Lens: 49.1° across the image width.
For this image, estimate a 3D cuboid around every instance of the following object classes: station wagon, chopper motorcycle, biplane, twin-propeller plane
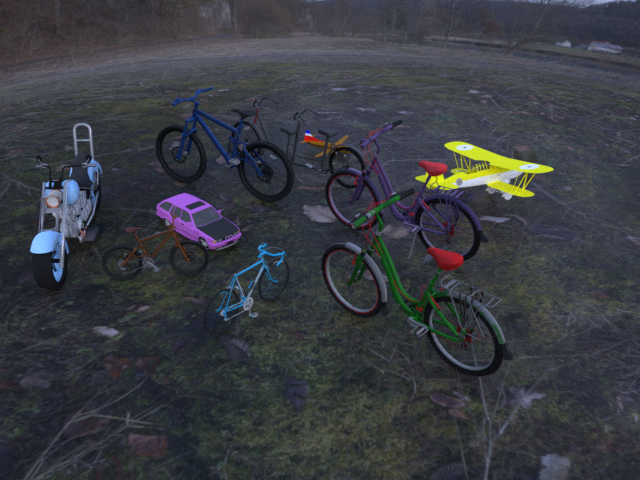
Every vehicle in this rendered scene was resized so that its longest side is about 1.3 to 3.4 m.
[{"bbox_3d":[-1.909,-0.324,10.955,0.682,0.473,1.597,-25,37,-38],"label":"station wagon"},{"bbox_3d":[-3.745,-0.580,10.370,0.906,1.480,3.040,-2,28,-3],"label":"chopper motorcycle"},{"bbox_3d":[2.668,-1.113,11.884,2.120,0.981,2.598,-12,31,-22],"label":"biplane"},{"bbox_3d":[0.155,-1.928,14.000,1.095,0.407,1.370,15,32,25],"label":"twin-propeller plane"}]

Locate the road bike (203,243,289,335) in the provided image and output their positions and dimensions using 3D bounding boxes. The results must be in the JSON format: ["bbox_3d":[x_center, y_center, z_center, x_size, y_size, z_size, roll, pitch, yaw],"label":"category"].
[{"bbox_3d":[-0.905,0.596,8.851,0.358,0.852,1.545,21,35,34],"label":"road bike"}]

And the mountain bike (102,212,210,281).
[{"bbox_3d":[-2.278,0.148,9.664,1.469,0.868,0.573,-4,29,-8],"label":"mountain bike"}]

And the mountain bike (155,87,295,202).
[{"bbox_3d":[-1.707,-1.614,12.068,2.857,1.688,1.114,14,31,24],"label":"mountain bike"}]

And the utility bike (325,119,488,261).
[{"bbox_3d":[1.145,-0.673,10.164,2.791,1.839,1.039,20,34,32],"label":"utility bike"}]

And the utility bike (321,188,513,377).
[{"bbox_3d":[0.958,0.493,8.001,2.791,1.839,1.039,25,37,38],"label":"utility bike"}]

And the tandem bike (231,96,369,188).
[{"bbox_3d":[-0.448,-1.841,12.872,3.192,1.326,0.550,19,34,31],"label":"tandem bike"}]
